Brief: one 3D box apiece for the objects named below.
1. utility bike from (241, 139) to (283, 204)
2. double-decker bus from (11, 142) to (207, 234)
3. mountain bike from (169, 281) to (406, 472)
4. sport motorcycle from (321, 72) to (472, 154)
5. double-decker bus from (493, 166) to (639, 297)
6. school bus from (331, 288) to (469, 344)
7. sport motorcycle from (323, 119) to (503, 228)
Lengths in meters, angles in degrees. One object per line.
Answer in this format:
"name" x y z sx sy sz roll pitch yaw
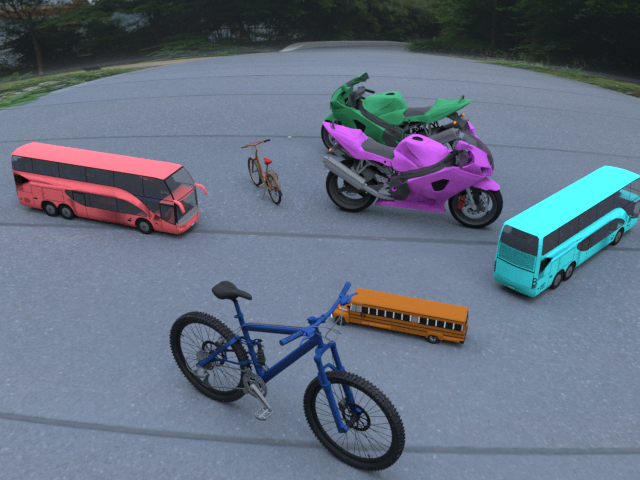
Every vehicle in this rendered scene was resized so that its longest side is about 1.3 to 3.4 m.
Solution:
"utility bike" -1.016 -1.200 12.086 0.535 0.946 1.435 -14 32 -24
"double-decker bus" -3.444 -0.834 11.315 3.251 1.052 0.756 10 30 17
"mountain bike" -0.438 1.231 6.922 2.857 1.688 1.114 17 33 28
"sport motorcycle" 1.348 -2.155 13.140 2.955 1.596 0.983 14 32 23
"double-decker bus" 3.730 -0.219 10.202 3.251 1.052 0.756 -25 37 -37
"school bus" 0.979 0.933 8.755 1.708 0.434 0.365 9 30 16
"sport motorcycle" 1.455 -1.065 11.169 2.955 1.596 0.983 9 30 15
